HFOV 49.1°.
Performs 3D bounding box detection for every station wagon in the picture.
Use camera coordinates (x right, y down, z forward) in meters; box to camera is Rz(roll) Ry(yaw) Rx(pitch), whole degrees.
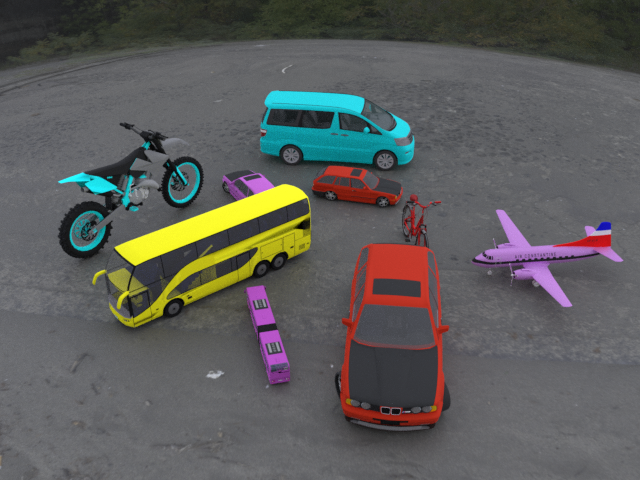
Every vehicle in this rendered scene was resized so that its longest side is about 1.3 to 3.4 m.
[{"bbox_3d":[0.928,0.999,8.721,1.327,0.920,3.105,3,31,6],"label":"station wagon"},{"bbox_3d":[-1.188,-0.904,12.294,0.682,0.473,1.597,-16,35,-24],"label":"station wagon"},{"bbox_3d":[0.674,-0.984,12.428,1.597,0.473,0.682,8,32,13],"label":"station wagon"}]

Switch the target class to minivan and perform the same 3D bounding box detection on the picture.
[{"bbox_3d":[0.355,-2.189,13.718,3.011,1.197,1.324,4,31,7],"label":"minivan"}]

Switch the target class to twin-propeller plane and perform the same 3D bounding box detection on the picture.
[{"bbox_3d":[3.272,0.131,10.279,2.129,0.792,2.663,-4,31,-6],"label":"twin-propeller plane"}]

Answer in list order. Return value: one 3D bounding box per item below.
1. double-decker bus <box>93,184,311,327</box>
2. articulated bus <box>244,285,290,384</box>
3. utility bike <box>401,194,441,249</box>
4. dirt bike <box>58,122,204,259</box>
[{"bbox_3d":[-1.538,0.185,9.939,3.251,1.052,0.756,-24,38,-34],"label":"double-decker bus"},{"bbox_3d":[-0.688,1.177,9.037,0.311,0.289,1.749,-8,32,-12],"label":"articulated bus"},{"bbox_3d":[1.524,-0.282,10.812,0.535,0.946,1.435,-4,31,-7],"label":"utility bike"},{"bbox_3d":[-2.960,-0.892,11.124,1.024,1.666,2.903,22,37,31],"label":"dirt bike"}]
